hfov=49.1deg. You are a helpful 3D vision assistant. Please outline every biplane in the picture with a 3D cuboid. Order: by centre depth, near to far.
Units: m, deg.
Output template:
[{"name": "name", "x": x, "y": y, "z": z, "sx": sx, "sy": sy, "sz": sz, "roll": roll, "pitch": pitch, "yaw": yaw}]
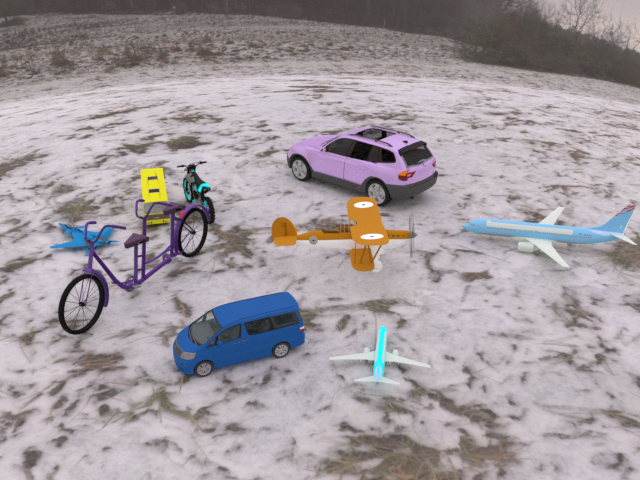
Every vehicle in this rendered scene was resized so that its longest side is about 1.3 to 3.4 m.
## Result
[{"name": "biplane", "x": 0.355, "y": -0.056, "z": 10.234, "sx": 2.120, "sy": 0.981, "sz": 2.598, "roll": 0, "pitch": 26, "yaw": 0}]

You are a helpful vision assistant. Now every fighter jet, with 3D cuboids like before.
[{"name": "fighter jet", "x": -3.868, "y": -0.159, "z": 11.248, "sx": 1.358, "sy": 0.286, "sz": 1.147, "roll": 21, "pitch": 33, "yaw": 37}]

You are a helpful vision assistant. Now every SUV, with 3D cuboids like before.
[{"name": "SUV", "x": 0.741, "y": -1.556, "z": 13.179, "sx": 3.058, "sy": 1.128, "sz": 1.276, "roll": 21, "pitch": 33, "yaw": 37}]

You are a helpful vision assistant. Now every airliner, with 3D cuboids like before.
[{"name": "airliner", "x": 0.704, "y": 1.259, "z": 8.140, "sx": 1.161, "sy": 0.429, "sz": 1.307, "roll": 3, "pitch": 26, "yaw": 7}, {"name": "airliner", "x": 3.520, "y": -0.288, "z": 10.883, "sx": 2.541, "sy": 0.835, "sz": 2.257, "roll": 7, "pitch": 27, "yaw": 14}]

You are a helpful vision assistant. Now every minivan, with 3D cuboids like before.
[{"name": "minivan", "x": -0.968, "y": 1.089, "z": 8.280, "sx": 1.548, "sy": 0.616, "sz": 0.681, "roll": -11, "pitch": 28, "yaw": -21}]

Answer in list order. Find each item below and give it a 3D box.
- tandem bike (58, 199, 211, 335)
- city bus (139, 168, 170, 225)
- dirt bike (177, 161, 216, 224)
[{"name": "tandem bike", "x": -2.419, "y": 0.085, "z": 9.545, "sx": 0.550, "sy": 1.326, "sz": 3.192, "roll": 12, "pitch": 28, "yaw": 23}, {"name": "city bus", "x": -2.908, "y": -0.768, "z": 12.313, "sx": 0.476, "sy": 0.460, "sz": 1.674, "roll": -6, "pitch": 26, "yaw": -13}, {"name": "dirt bike", "x": -2.122, "y": -0.871, "z": 12.069, "sx": 0.527, "sy": 0.857, "sz": 1.493, "roll": -13, "pitch": 29, "yaw": -25}]
